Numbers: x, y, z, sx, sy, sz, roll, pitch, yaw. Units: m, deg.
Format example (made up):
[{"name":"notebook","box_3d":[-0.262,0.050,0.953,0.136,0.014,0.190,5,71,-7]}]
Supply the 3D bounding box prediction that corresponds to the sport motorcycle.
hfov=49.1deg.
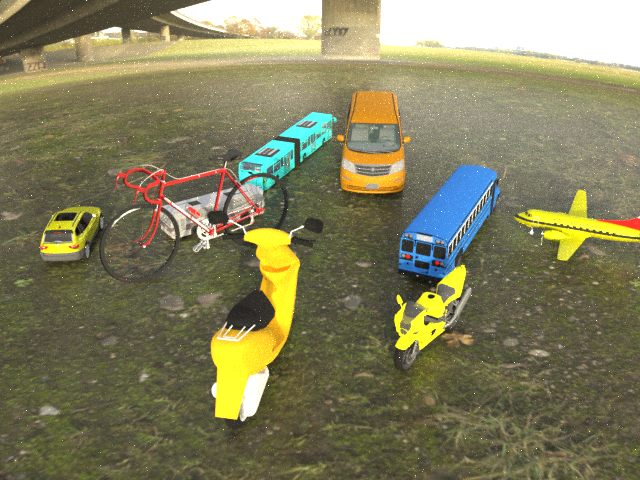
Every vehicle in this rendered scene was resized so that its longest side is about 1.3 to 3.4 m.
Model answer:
[{"name":"sport motorcycle","box_3d":[1.300,0.906,8.213,0.506,0.821,1.520,19,33,32]}]

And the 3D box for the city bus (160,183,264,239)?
[{"name":"city bus","box_3d":[-1.713,-0.460,11.277,1.674,0.460,0.476,-18,32,-31]}]

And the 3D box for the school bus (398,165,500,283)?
[{"name":"school bus","box_3d":[2.087,-0.378,10.697,0.709,0.844,3.322,12,30,23]}]

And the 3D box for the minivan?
[{"name":"minivan","box_3d":[1.011,-1.886,13.255,1.324,1.197,3.011,2,27,4]}]

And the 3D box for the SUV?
[{"name":"SUV","box_3d":[-3.754,-0.184,10.606,0.656,0.580,1.572,-2,27,-3]}]

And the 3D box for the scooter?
[{"name":"scooter","box_3d":[-0.647,0.665,7.625,1.288,1.786,2.721,5,28,9]}]

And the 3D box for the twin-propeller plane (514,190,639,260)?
[{"name":"twin-propeller plane","box_3d":[4.031,-0.296,10.593,2.129,0.792,2.663,12,29,21]}]

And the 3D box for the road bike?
[{"name":"road bike","box_3d":[-1.692,-0.420,9.888,3.004,1.656,0.696,-19,33,-32]}]

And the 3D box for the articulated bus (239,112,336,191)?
[{"name":"articulated bus","box_3d":[-0.578,-1.796,13.776,0.605,0.561,3.401,11,29,20]}]
